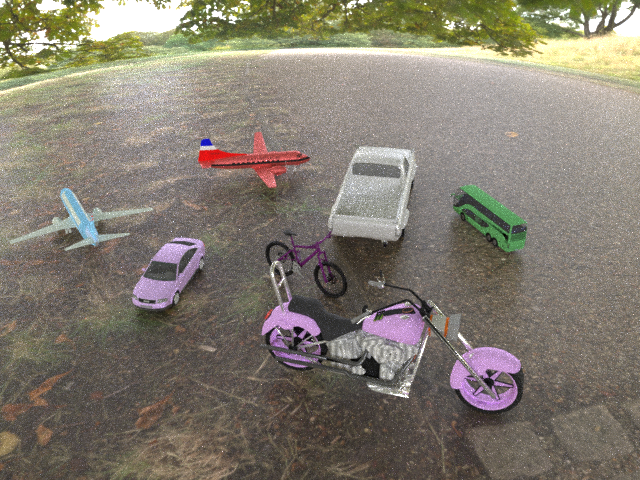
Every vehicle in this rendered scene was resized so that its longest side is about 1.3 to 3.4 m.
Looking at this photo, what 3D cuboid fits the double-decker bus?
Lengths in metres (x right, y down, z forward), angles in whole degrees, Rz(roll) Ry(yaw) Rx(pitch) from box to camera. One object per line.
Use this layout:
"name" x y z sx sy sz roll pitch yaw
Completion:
"double-decker bus" 2.726 -0.392 11.403 0.389 0.541 1.672 -12 32 -19

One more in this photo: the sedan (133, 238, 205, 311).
"sedan" -2.157 0.424 10.051 0.635 0.483 1.613 7 31 11

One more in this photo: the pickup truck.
"pickup truck" 0.953 -0.919 11.862 1.244 0.993 3.117 6 31 10

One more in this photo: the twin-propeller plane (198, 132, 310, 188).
"twin-propeller plane" -1.233 -1.601 13.241 2.129 0.792 2.663 -5 30 -9

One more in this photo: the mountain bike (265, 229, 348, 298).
"mountain bike" -0.218 0.282 9.912 1.469 0.868 0.573 21 36 32

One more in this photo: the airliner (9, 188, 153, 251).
"airliner" -3.916 -0.525 11.340 2.257 0.835 2.541 -16 34 -25

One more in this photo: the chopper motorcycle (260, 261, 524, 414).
"chopper motorcycle" 0.782 1.095 7.898 3.040 1.480 0.906 9 31 14
